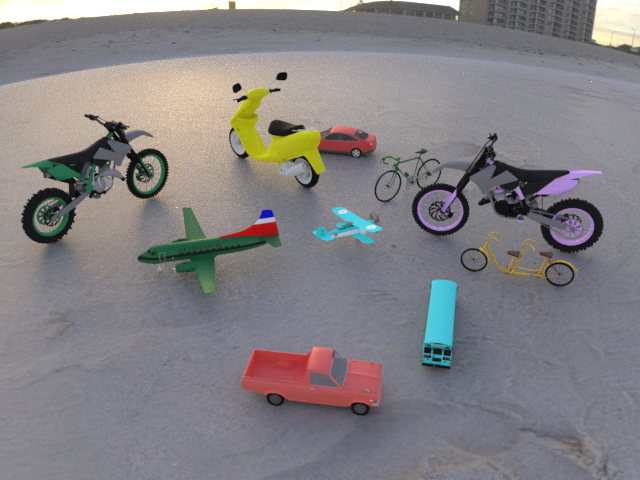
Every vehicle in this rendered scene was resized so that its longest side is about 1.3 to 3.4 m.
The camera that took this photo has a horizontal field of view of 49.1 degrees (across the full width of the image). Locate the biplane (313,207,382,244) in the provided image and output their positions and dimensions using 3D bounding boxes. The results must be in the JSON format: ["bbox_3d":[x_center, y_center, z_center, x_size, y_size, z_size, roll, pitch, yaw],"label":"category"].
[{"bbox_3d":[0.423,-0.168,11.013,1.090,0.504,1.336,-14,32,-24],"label":"biplane"}]

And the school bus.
[{"bbox_3d":[1.557,0.996,9.009,0.365,0.434,1.708,6,30,10],"label":"school bus"}]

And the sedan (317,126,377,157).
[{"bbox_3d":[0.368,-2.073,14.430,1.613,0.483,0.635,7,30,12],"label":"sedan"}]

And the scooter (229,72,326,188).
[{"bbox_3d":[-0.892,-2.098,13.144,1.288,1.786,2.721,-25,38,-37],"label":"scooter"}]

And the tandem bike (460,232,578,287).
[{"bbox_3d":[2.851,0.273,10.044,1.642,0.682,0.283,10,31,16],"label":"tandem bike"}]

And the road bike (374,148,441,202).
[{"bbox_3d":[1.591,-1.183,12.468,1.545,0.852,0.358,-18,34,-29],"label":"road bike"}]

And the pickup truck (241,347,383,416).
[{"bbox_3d":[-0.074,1.536,7.967,1.603,0.511,0.640,5,30,8],"label":"pickup truck"}]

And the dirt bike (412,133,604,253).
[{"bbox_3d":[2.873,-0.667,10.714,2.903,1.666,1.024,7,30,13],"label":"dirt bike"}]

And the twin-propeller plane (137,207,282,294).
[{"bbox_3d":[-1.645,0.012,10.398,2.129,0.792,2.663,-8,30,-14],"label":"twin-propeller plane"}]

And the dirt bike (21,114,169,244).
[{"bbox_3d":[-3.652,-1.102,11.490,1.024,1.666,2.903,20,35,32],"label":"dirt bike"}]
